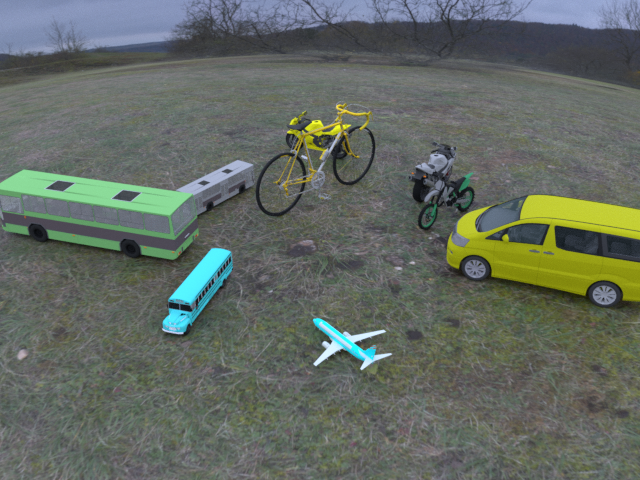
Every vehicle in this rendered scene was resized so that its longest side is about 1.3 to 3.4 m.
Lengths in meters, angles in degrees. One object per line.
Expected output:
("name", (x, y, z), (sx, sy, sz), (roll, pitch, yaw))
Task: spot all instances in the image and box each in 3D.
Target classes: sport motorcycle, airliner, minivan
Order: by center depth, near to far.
("airliner", (0.306, 1.233, 9.015), (1.161, 0.429, 1.307), (-20, 35, -32))
("minivan", (3.428, 0.026, 10.368), (3.011, 1.197, 1.324), (12, 31, 19))
("sport motorcycle", (2.131, -1.283, 13.064), (0.506, 0.821, 1.520), (18, 34, 29))
("sport motorcycle", (-0.049, -2.180, 14.650), (1.520, 0.821, 0.506), (14, 32, 23))

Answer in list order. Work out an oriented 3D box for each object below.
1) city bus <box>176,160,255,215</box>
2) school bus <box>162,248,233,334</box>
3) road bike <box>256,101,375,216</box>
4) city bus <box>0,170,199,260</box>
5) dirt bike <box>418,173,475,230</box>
("city bus", (-1.889, -0.948, 12.839), (0.476, 0.460, 1.674), (19, 35, 30))
("school bus", (-1.723, 0.712, 9.930), (0.365, 0.434, 1.708), (8, 31, 14))
("road bike", (-0.005, -1.491, 12.584), (3.004, 1.656, 0.696), (-26, 38, -37))
("city bus", (-3.650, -0.405, 11.437), (3.255, 0.894, 0.926), (9, 31, 15))
("dirt bike", (2.209, -0.726, 12.042), (1.493, 0.857, 0.527), (-24, 37, -36))
